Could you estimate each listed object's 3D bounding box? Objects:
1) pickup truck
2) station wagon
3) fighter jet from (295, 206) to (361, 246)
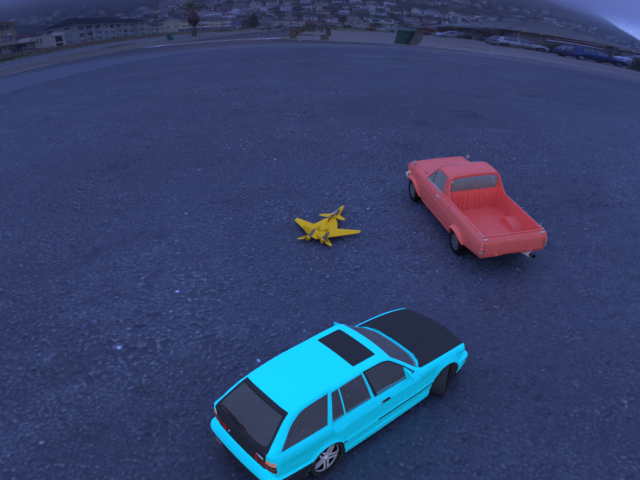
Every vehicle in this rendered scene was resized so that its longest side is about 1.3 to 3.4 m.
[{"bbox_3d":[2.463,-0.677,11.496,1.244,0.993,3.117,-7,31,-12],"label":"pickup truck"},{"bbox_3d":[0.334,1.517,7.826,3.105,0.920,1.327,-23,38,-34],"label":"station wagon"},{"bbox_3d":[0.161,-0.355,11.644,1.147,0.286,1.358,12,32,19],"label":"fighter jet"}]
